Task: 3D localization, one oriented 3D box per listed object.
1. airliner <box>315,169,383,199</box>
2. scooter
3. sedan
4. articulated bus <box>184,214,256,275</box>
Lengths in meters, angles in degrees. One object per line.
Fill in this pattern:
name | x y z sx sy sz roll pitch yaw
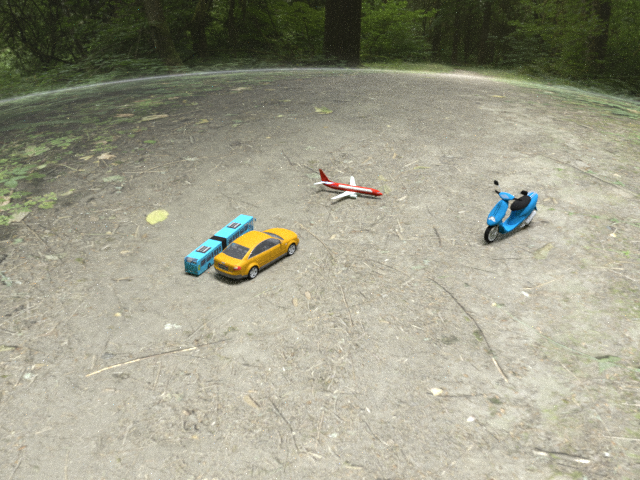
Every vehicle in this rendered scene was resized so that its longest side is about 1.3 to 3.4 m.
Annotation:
airliner | 0.567 -1.066 13.301 1.307 0.429 1.161 10 29 18
scooter | 3.228 -0.528 11.713 1.399 0.919 0.662 -21 34 -35
sedan | -0.963 0.122 10.924 0.635 0.483 1.613 19 33 32
articulated bus | -1.588 0.051 11.276 0.311 0.289 1.749 12 29 21
